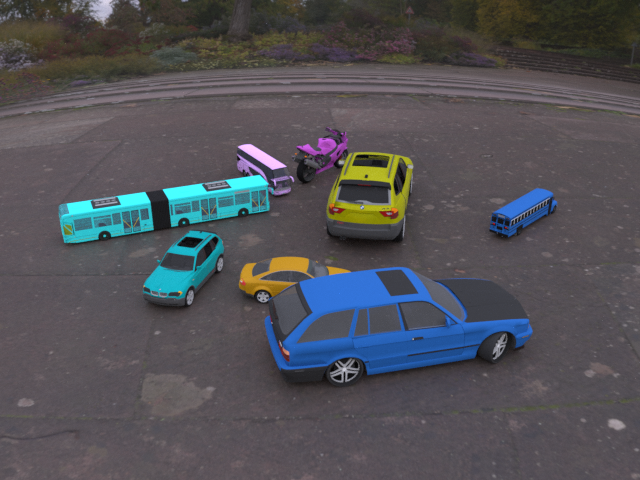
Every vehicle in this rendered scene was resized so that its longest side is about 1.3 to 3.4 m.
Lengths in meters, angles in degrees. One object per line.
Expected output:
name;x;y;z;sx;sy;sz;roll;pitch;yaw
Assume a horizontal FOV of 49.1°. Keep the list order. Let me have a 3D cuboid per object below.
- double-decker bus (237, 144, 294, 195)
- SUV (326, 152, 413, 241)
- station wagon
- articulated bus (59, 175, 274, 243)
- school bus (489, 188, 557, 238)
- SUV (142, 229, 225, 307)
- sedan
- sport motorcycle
double-decker bus;-1.061;-1.312;13.115;0.389;0.541;1.672;-15;30;-28
SUV;0.885;-0.936;11.680;1.276;1.128;3.058;5;26;9
station wagon;0.940;0.876;8.213;3.105;0.920;1.327;-6;27;-12
articulated bus;-2.463;-0.525;11.485;3.401;0.561;0.605;-11;28;-21
school bus;3.399;-0.477;11.531;0.365;0.434;1.708;23;34;38
SUV;-1.856;0.355;9.666;0.656;0.580;1.572;7;27;15
sedan;-0.287;0.515;9.449;1.613;0.483;0.635;2;26;3
sport motorcycle;0.060;-1.638;13.463;0.506;0.821;1.520;20;32;35
